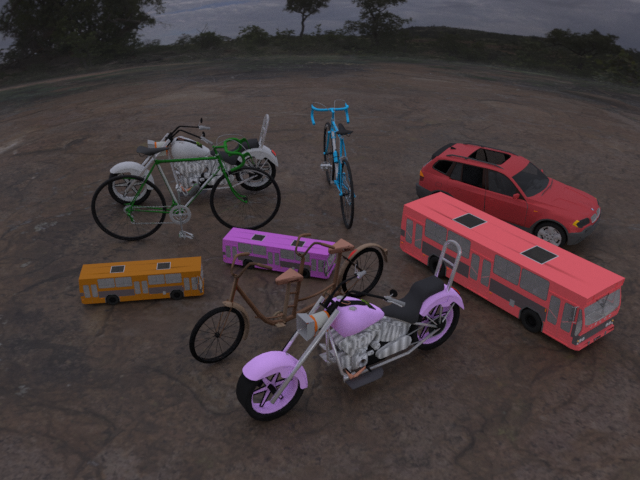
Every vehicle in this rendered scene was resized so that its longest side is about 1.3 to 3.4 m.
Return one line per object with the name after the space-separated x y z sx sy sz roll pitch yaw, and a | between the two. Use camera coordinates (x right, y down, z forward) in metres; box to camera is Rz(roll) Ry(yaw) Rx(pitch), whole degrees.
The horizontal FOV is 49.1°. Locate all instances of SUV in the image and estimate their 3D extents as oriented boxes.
3.126 -0.829 11.750 3.058 1.128 1.276 19 34 30 | SUV

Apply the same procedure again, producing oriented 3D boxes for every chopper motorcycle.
0.438 1.001 8.044 3.040 1.480 0.906 -16 33 -27 | chopper motorcycle
-2.258 -1.432 12.485 3.040 1.480 0.906 -6 29 -11 | chopper motorcycle

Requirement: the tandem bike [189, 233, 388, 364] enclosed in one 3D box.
-0.291 0.558 9.012 3.192 1.326 0.550 -21 35 -33 | tandem bike

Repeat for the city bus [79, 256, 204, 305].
-2.490 0.584 9.866 1.674 0.460 0.476 -4 29 -7 | city bus

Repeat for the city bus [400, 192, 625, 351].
2.524 0.355 9.832 0.926 0.894 3.255 -20 34 -32 | city bus

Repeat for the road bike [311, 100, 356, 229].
0.305 -1.412 12.265 0.696 1.656 3.004 -4 29 -7 | road bike

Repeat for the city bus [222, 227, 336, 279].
-0.618 0.210 10.549 1.674 0.460 0.476 8 30 15 | city bus

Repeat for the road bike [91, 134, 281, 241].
-2.120 -0.795 11.139 3.004 1.656 0.697 -5 29 -9 | road bike
